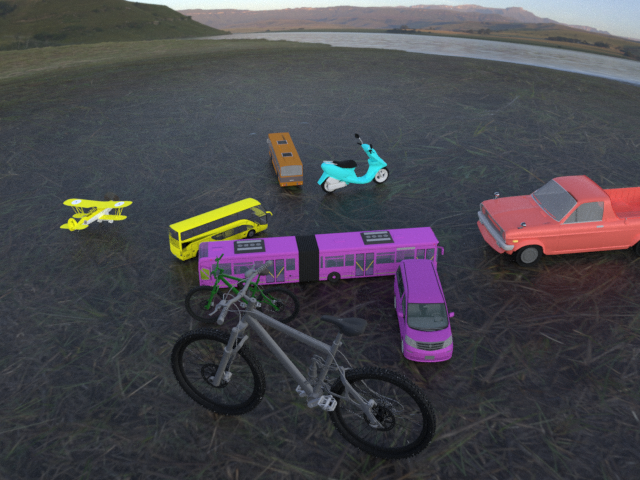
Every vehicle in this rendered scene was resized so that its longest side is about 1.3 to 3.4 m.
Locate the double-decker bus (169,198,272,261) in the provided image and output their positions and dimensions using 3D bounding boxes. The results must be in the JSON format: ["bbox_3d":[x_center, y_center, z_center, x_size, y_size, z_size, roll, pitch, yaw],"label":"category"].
[{"bbox_3d":[-1.512,-0.193,10.736,1.672,0.541,0.389,-23,36,-35],"label":"double-decker bus"}]

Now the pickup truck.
[{"bbox_3d":[4.028,-0.392,10.629,3.117,0.993,1.244,-4,29,-8],"label":"pickup truck"}]

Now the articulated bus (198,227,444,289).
[{"bbox_3d":[0.007,0.249,9.924,3.401,0.561,0.605,-4,29,-7],"label":"articulated bus"}]

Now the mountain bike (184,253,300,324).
[{"bbox_3d":[-0.988,0.691,8.818,1.469,0.868,0.573,1,29,2],"label":"mountain bike"}]

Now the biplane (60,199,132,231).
[{"bbox_3d":[-3.630,-0.396,11.138,1.336,0.504,1.090,12,31,20],"label":"biplane"}]

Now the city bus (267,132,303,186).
[{"bbox_3d":[-0.661,-1.514,13.188,0.476,0.460,1.674,-5,30,-10],"label":"city bus"}]

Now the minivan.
[{"bbox_3d":[1.281,0.858,8.776,0.681,0.616,1.548,0,29,0],"label":"minivan"}]

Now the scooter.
[{"bbox_3d":[0.616,-1.332,12.391,1.399,0.919,0.662,-12,31,-20],"label":"scooter"}]

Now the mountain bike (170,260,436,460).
[{"bbox_3d":[-0.240,1.276,6.927,2.857,1.688,1.114,10,31,18],"label":"mountain bike"}]
